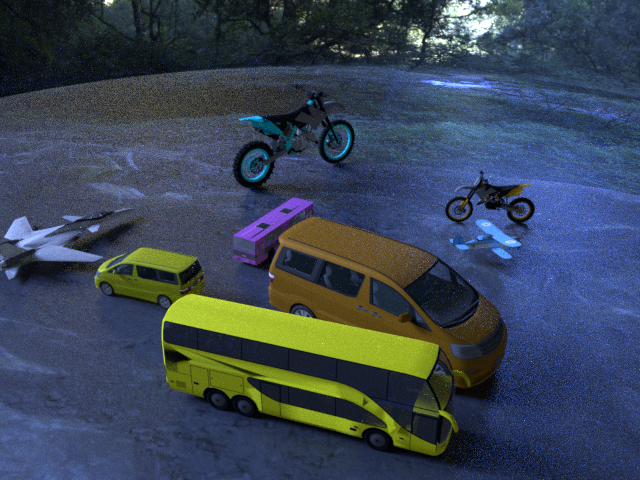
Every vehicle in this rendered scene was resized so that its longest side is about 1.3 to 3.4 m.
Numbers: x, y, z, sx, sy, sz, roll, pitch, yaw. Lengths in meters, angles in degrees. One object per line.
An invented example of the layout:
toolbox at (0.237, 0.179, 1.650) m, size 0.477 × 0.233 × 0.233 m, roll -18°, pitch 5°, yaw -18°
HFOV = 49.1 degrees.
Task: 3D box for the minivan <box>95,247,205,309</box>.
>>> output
minivan at (-2.380, 0.464, 9.664) m, size 1.548 × 0.616 × 0.681 m, roll 10°, pitch 29°, yaw 19°

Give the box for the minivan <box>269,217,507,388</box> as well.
minivan at (0.805, 0.690, 8.588) m, size 3.011 × 1.197 × 1.324 m, roll 18°, pitch 32°, yaw 31°

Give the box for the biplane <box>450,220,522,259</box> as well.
biplane at (2.526, 0.028, 10.635) m, size 1.090 × 0.504 × 1.336 m, roll -5°, pitch 28°, yaw -9°

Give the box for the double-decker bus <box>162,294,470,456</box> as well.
double-decker bus at (-0.109, 1.394, 7.373) m, size 3.251 × 1.052 × 0.756 m, roll 9°, pitch 29°, yaw 18°

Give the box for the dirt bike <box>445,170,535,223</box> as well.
dirt bike at (2.839, -0.671, 11.613) m, size 1.493 × 0.857 × 0.527 m, roll 0°, pitch 27°, yaw 1°

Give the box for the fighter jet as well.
fighter jet at (-4.007, -0.232, 11.085) m, size 2.229 × 0.557 × 2.640 m, roll 21°, pitch 34°, yaw 35°

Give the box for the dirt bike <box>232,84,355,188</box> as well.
dirt bike at (-0.449, -2.022, 13.361) m, size 2.903 × 1.666 × 1.024 m, roll -20°, pitch 33°, yaw -34°

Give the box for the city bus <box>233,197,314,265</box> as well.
city bus at (-0.695, -0.138, 11.009) m, size 0.476 × 0.460 × 1.674 m, roll 15°, pitch 31°, yaw 27°
